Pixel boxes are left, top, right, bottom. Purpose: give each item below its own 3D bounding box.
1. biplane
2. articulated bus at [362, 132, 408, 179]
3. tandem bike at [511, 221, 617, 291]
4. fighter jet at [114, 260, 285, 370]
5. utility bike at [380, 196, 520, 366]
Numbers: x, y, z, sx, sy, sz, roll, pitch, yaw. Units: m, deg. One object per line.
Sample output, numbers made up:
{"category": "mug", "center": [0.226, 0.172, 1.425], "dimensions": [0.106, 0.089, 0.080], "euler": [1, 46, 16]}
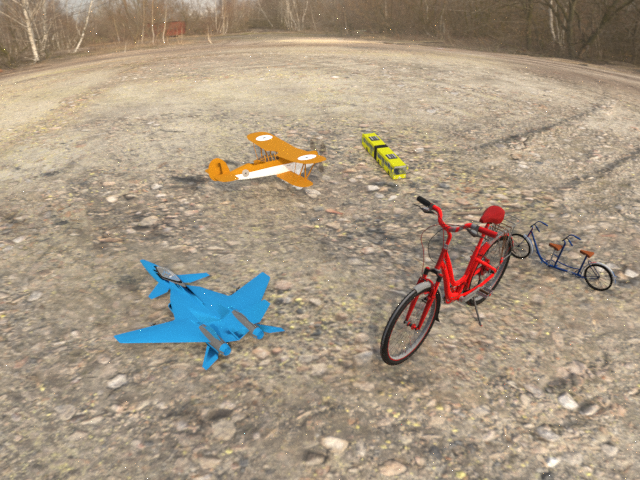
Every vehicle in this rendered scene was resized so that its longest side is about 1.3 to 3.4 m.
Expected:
{"category": "biplane", "center": [-0.905, -1.282, 11.987], "dimensions": [2.120, 0.981, 2.598], "euler": [-15, 33, -24]}
{"category": "articulated bus", "center": [1.194, -1.616, 13.265], "dimensions": [0.311, 0.289, 1.749], "euler": [-8, 31, -14]}
{"category": "tandem bike", "center": [3.333, 0.184, 9.734], "dimensions": [1.642, 0.682, 0.283], "euler": [25, 38, 37]}
{"category": "fighter jet", "center": [-1.715, 0.638, 9.069], "dimensions": [2.229, 0.557, 2.640], "euler": [-23, 37, -34]}
{"category": "utility bike", "center": [1.715, 0.352, 8.279], "dimensions": [1.039, 1.839, 2.791], "euler": [25, 38, 37]}
